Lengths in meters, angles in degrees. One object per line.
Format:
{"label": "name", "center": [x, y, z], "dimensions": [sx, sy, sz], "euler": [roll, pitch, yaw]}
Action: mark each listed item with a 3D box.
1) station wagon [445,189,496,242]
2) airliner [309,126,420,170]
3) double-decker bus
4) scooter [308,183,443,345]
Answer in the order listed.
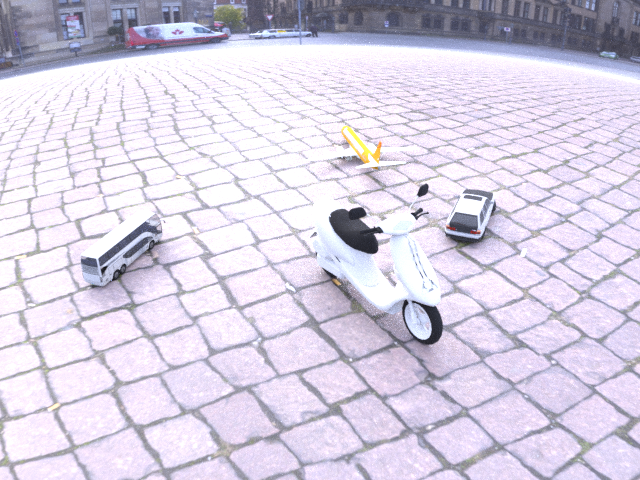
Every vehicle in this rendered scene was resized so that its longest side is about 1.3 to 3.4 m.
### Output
{"label": "station wagon", "center": [2.529, -0.511, 11.644], "dimensions": [0.682, 0.473, 1.597], "euler": [11, 32, 18]}
{"label": "airliner", "center": [0.807, -1.978, 13.817], "dimensions": [2.257, 0.835, 2.541], "euler": [-7, 31, -12]}
{"label": "double-decker bus", "center": [-2.944, 0.078, 10.558], "dimensions": [0.389, 0.541, 1.672], "euler": [11, 32, 18]}
{"label": "scooter", "center": [0.690, 0.102, 9.274], "dimensions": [1.288, 1.786, 2.721], "euler": [-20, 35, -30]}
